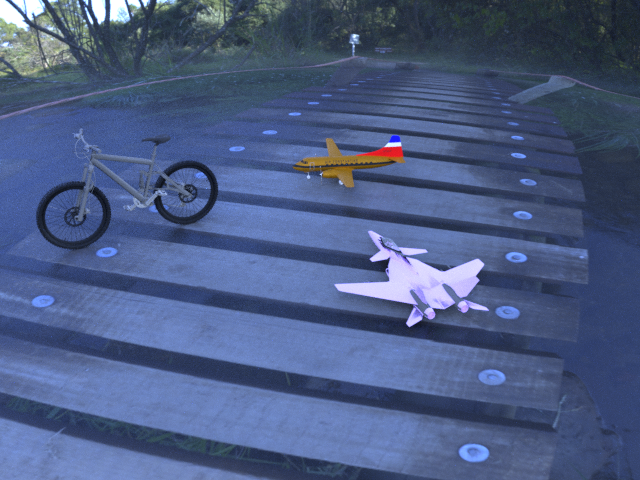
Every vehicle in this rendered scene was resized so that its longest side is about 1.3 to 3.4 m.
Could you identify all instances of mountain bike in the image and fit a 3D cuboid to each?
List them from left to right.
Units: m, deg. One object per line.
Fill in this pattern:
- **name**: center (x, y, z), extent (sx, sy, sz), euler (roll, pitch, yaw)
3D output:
- **mountain bike**: center (-2.935, -0.836, 10.810), extent (2.857, 1.688, 1.114), euler (-15, 30, -27)

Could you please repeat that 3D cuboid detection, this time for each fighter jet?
- **fighter jet**: center (1.208, 0.267, 9.878), extent (2.229, 0.557, 2.640), euler (-9, 28, -17)

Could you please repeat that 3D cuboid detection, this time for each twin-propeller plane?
- **twin-propeller plane**: center (0.538, -1.565, 13.254), extent (2.129, 0.792, 2.663), euler (-3, 27, -7)
